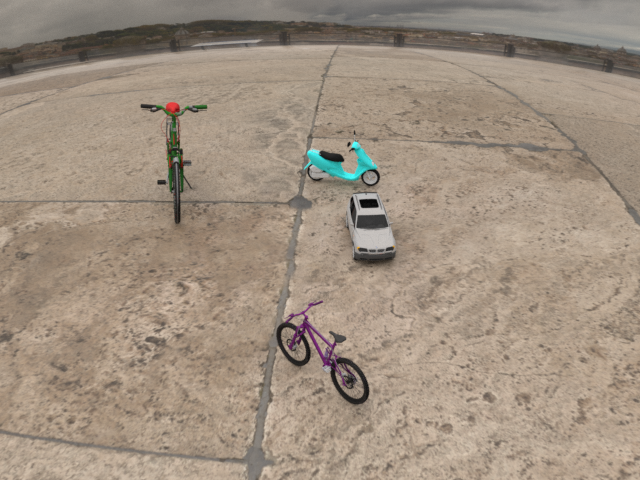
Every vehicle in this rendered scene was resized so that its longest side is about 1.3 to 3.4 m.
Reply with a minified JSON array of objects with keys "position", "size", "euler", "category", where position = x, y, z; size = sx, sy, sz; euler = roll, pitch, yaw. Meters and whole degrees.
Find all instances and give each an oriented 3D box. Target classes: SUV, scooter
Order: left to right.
[{"position":[0.397,-1.442,12.562],"size":[1.399,0.919,0.662],"euler":[6,31,11],"category":"scooter"},{"position":[0.769,-0.236,10.811],"size":[0.656,0.580,1.572],"euler":[-2,30,-3],"category":"SUV"}]

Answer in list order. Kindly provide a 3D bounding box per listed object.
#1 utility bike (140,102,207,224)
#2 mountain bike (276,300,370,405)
[{"position":[-2.388,-1.557,11.840],"size":[1.039,1.839,2.791],"euler":[-6,31,-10],"category":"utility bike"},{"position":[0.006,1.260,7.932],"size":[0.573,0.868,1.469],"euler":[-26,39,-38],"category":"mountain bike"}]
